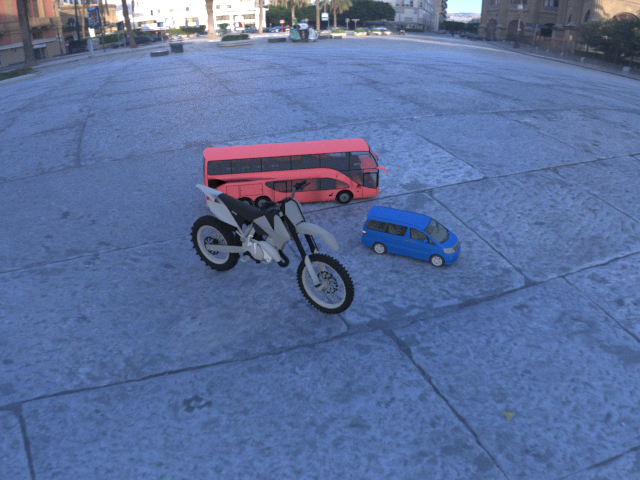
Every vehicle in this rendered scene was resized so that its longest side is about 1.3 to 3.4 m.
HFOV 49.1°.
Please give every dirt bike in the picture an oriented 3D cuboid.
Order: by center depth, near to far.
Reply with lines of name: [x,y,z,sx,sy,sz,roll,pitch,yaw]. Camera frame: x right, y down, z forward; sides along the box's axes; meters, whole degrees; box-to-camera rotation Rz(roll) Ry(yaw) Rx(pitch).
dirt bike: [-0.747,0.001,9.893,2.903,1.666,1.024,19,35,29]

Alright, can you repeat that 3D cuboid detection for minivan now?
minivan: [1.454,-0.080,11.079,1.548,0.616,0.681,12,32,20]

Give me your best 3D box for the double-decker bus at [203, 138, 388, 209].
double-decker bus: [-0.446,-1.190,12.560,3.251,1.052,0.756,-5,30,-8]
